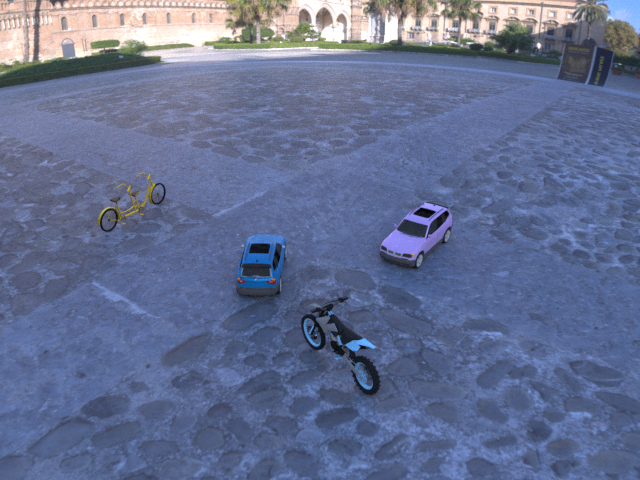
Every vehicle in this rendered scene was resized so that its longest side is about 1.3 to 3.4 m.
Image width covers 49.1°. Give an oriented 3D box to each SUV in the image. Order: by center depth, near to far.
[{"bbox_3d":[-0.849,0.275,10.269,0.656,0.580,1.572,1,28,2],"label":"SUV"},{"bbox_3d":[1.538,-0.115,10.997,0.656,0.580,1.572,18,33,30],"label":"SUV"}]

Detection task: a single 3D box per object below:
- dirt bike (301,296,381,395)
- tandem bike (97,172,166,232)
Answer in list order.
[{"bbox_3d":[0.211,1.181,8.281,0.527,0.857,1.493,-19,33,-31],"label":"dirt bike"},{"bbox_3d":[-3.206,-0.693,11.972,0.283,0.682,1.642,15,32,26],"label":"tandem bike"}]
